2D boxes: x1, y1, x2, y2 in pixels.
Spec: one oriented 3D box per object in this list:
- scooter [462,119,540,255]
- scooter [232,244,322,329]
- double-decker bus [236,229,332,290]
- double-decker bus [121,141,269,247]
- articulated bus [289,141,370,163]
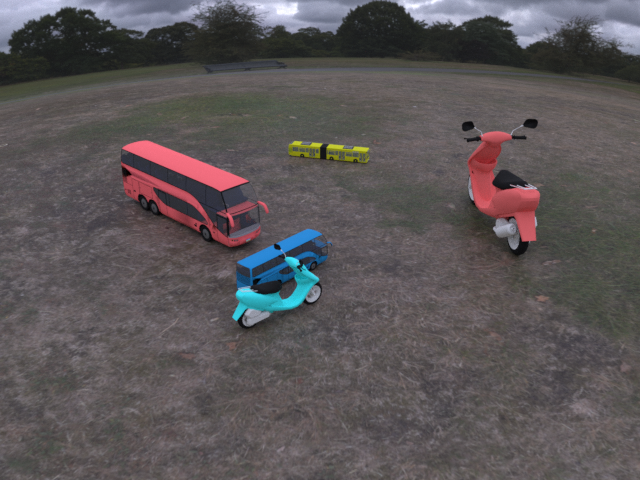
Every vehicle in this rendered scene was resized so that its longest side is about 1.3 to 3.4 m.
[{"bbox_3d":[2.967,-1.008,11.488,1.288,1.786,2.721,-3,27,-7],"label":"scooter"},{"bbox_3d":[-0.538,0.610,9.229,1.399,0.919,0.662,-18,32,-32],"label":"scooter"},{"bbox_3d":[-0.511,0.309,10.250,0.389,0.541,1.672,22,34,37],"label":"double-decker bus"},{"bbox_3d":[-2.240,-0.815,11.923,3.251,1.052,0.756,23,35,38],"label":"double-decker bus"},{"bbox_3d":[0.196,-1.875,14.888,1.749,0.289,0.311,7,28,14],"label":"articulated bus"}]
